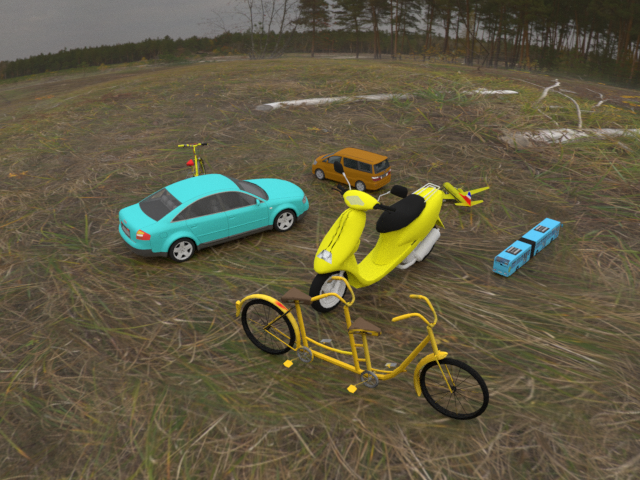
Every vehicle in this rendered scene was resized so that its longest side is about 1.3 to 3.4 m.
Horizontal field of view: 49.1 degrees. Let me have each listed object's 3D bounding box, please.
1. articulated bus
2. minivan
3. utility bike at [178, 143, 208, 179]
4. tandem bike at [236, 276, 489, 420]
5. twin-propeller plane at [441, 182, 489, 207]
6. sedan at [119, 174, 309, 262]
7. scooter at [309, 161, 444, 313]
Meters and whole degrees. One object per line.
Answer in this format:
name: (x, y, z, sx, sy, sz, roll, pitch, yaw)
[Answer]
articulated bus: (3.200, 0.094, 10.750, 0.311, 0.289, 1.749, 22, 35, 35)
minivan: (0.566, -1.386, 13.157, 1.548, 0.616, 0.681, 20, 34, 32)
utility bike: (-2.262, -1.224, 12.508, 0.535, 0.946, 1.435, 0, 28, 1)
tandem bike: (0.365, 1.071, 7.840, 3.192, 1.326, 0.550, 15, 32, 25)
twin-propeller plane: (2.418, -0.844, 12.370, 1.370, 0.407, 1.095, -8, 29, -14)
sedan: (-1.636, -0.531, 11.225, 3.137, 0.940, 1.235, -17, 33, -29)
scooter: (0.854, -0.179, 9.677, 2.721, 1.786, 1.288, -24, 37, -38)
